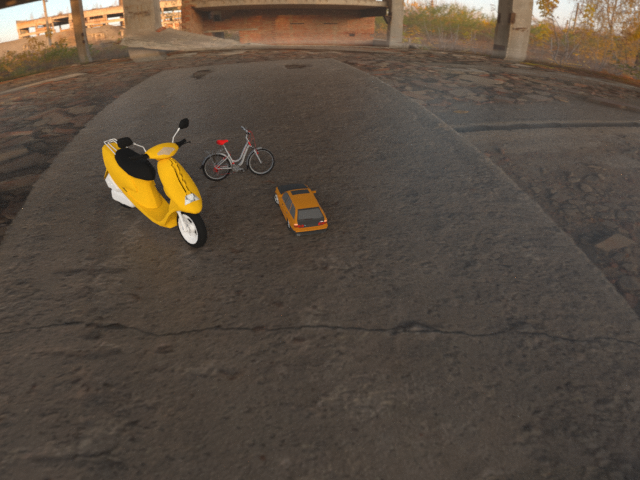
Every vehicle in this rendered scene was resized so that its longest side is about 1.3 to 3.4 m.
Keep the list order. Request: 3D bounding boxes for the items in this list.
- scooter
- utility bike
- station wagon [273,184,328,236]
[{"bbox_3d":[-2.731,-1.033,11.230,2.721,1.786,1.288,26,39,37],"label":"scooter"},{"bbox_3d":[-1.558,-1.612,13.063,1.435,0.946,0.535,-9,31,-14],"label":"utility bike"},{"bbox_3d":[-0.341,-0.618,11.823,0.682,0.473,1.597,-8,31,-13],"label":"station wagon"}]
